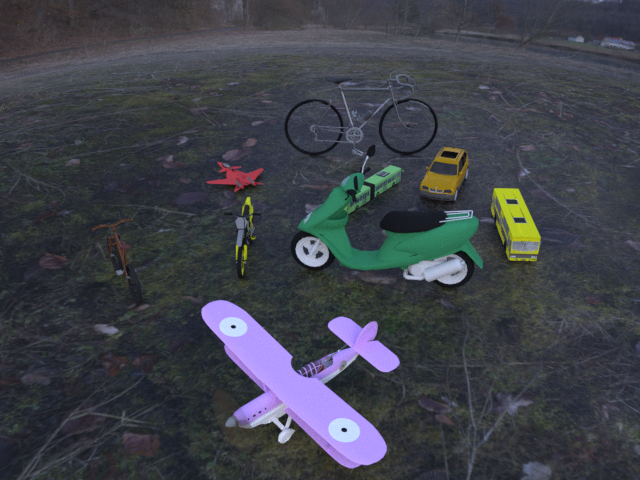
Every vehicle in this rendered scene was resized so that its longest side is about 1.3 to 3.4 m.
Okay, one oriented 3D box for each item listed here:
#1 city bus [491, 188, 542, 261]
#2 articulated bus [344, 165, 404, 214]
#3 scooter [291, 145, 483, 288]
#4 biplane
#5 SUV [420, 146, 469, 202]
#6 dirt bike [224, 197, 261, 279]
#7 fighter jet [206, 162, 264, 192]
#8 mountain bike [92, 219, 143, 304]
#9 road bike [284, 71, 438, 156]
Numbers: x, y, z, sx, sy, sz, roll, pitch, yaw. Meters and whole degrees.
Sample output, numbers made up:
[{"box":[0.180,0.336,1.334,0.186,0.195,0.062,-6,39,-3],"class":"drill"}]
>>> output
[{"box":[3.038,-0.251,10.975,0.476,0.460,1.674,1,30,2],"class":"city bus"},{"box":[0.876,-0.897,12.286,0.311,0.289,1.749,21,35,32],"class":"articulated bus"},{"box":[0.899,-0.230,9.597,2.721,1.786,1.288,7,30,12],"class":"scooter"},{"box":[-0.108,1.486,7.393,2.120,0.981,2.598,-25,38,-36],"class":"biplane"},{"box":[2.252,-1.208,12.537,0.656,0.580,1.572,11,31,19],"class":"SUV"},{"box":[-1.099,-0.097,10.304,0.527,0.857,1.493,1,30,1],"class":"dirt bike"},{"box":[-1.619,-1.297,12.991,1.147,0.286,1.358,-17,34,-28],"class":"fighter jet"},{"box":[-2.725,0.263,9.659,0.573,0.868,1.469,-16,33,-26],"class":"mountain bike"},{"box":[0.807,-2.421,13.583,3.004,1.656,0.697,0,30,-1],"class":"road bike"}]
